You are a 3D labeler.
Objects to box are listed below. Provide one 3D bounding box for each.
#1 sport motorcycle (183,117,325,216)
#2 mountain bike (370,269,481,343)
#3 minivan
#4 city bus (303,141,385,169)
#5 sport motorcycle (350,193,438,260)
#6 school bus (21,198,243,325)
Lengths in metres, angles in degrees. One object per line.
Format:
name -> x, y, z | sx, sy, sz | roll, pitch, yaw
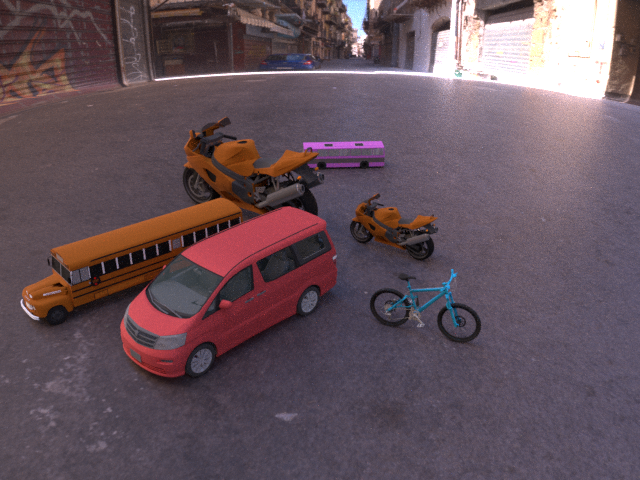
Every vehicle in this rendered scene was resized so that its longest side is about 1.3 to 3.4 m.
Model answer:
sport motorcycle -> -1.248, -1.088, 11.914 | 2.955, 1.596, 0.983 | 17, 31, 30
mountain bike -> 1.334, 0.827, 8.924 | 1.469, 0.868, 0.573 | 11, 29, 21
minivan -> -1.125, 0.585, 9.038 | 1.324, 1.197, 3.011 | 23, 35, 38
city bus -> 0.483, -1.751, 14.494 | 1.674, 0.460, 0.476 | -2, 27, -3
sport motorcycle -> 1.133, -0.199, 11.012 | 1.520, 0.821, 0.506 | 17, 31, 29
school bus -> -2.629, 0.239, 10.117 | 3.322, 0.844, 0.709 | -21, 34, -35
